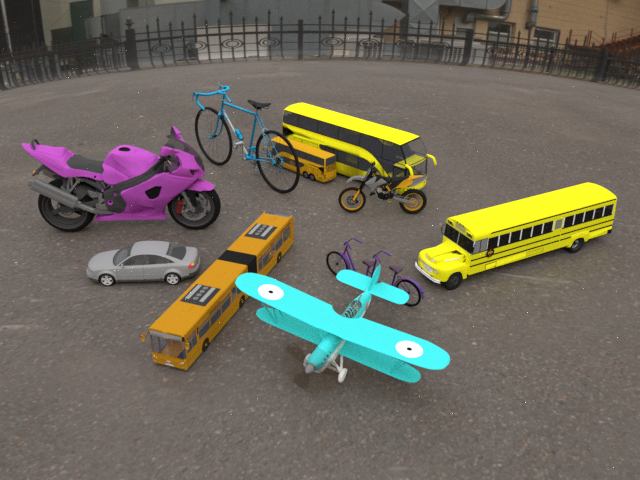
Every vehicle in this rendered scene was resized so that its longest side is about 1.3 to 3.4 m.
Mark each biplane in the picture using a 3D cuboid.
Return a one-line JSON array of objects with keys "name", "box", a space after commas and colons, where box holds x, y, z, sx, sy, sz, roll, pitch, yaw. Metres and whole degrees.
[{"name": "biplane", "box": [0.345, 0.991, 8.281, 2.598, 0.981, 2.120, 13, 31, 22]}]

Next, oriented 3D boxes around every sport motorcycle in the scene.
[{"name": "sport motorcycle", "box": [-3.074, -0.876, 11.055, 2.955, 1.596, 0.983, -1, 29, -1]}]

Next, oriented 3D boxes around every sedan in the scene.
[{"name": "sedan", "box": [-2.544, 0.299, 10.064, 1.613, 0.483, 0.635, -1, 29, -2]}]

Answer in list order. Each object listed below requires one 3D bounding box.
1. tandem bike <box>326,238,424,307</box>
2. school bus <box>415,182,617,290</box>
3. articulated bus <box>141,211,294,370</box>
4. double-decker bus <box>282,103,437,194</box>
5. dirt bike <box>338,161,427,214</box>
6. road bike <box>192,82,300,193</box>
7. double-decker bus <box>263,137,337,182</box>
[{"name": "tandem bike", "box": [0.729, 0.412, 9.651, 1.642, 0.682, 0.283, 21, 35, 34]}, {"name": "school bus", "box": [2.944, -0.106, 10.431, 3.322, 0.844, 0.709, -14, 32, -24]}, {"name": "articulated bus", "box": [-1.212, 0.545, 9.534, 0.605, 0.561, 3.401, 10, 30, 18]}, {"name": "double-decker bus", "box": [0.626, -1.729, 13.183, 3.251, 1.052, 0.756, 24, 36, 36]}, {"name": "dirt bike", "box": [1.056, -0.832, 11.745, 1.493, 0.857, 0.527, 1, 29, 2]}, {"name": "road bike", "box": [-1.416, -1.911, 12.887, 3.004, 1.656, 0.697, 26, 38, 38]}, {"name": "double-decker bus", "box": [-0.390, -1.564, 13.415, 1.672, 0.541, 0.389, 24, 37, 37]}]
